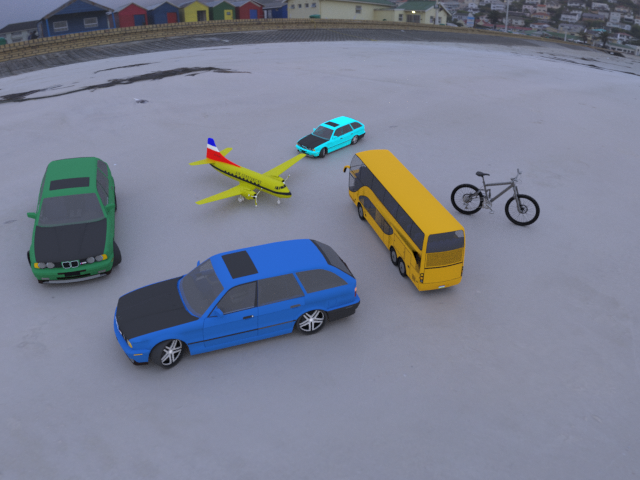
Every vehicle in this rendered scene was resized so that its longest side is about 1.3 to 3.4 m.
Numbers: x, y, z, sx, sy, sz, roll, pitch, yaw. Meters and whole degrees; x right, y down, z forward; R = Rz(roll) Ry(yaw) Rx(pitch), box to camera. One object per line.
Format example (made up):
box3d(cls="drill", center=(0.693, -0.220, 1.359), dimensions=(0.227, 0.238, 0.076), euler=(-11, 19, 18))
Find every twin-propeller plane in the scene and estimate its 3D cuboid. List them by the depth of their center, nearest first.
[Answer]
box3d(cls="twin-propeller plane", center=(-1.298, -1.216, 12.385), dimensions=(2.129, 0.792, 2.663), euler=(23, 38, 34))

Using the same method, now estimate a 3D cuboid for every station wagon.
box3d(cls="station wagon", center=(-1.077, 0.699, 8.999), dimensions=(3.105, 0.920, 1.327), euler=(-11, 32, -18))
box3d(cls="station wagon", center=(-3.841, -0.451, 10.956), dimensions=(1.327, 0.920, 3.105), euler=(-7, 31, -12))
box3d(cls="station wagon", center=(0.219, -2.131, 14.256), dimensions=(0.682, 0.473, 1.597), euler=(26, 39, 37))

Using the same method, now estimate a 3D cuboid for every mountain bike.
box3d(cls="mountain bike", center=(2.870, -0.715, 11.456), dimensions=(1.469, 0.868, 0.573), euler=(13, 33, 22))

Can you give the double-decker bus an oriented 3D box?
box3d(cls="double-decker bus", center=(1.222, -0.442, 10.810), dimensions=(0.756, 1.052, 3.251), euler=(-9, 32, -14))
